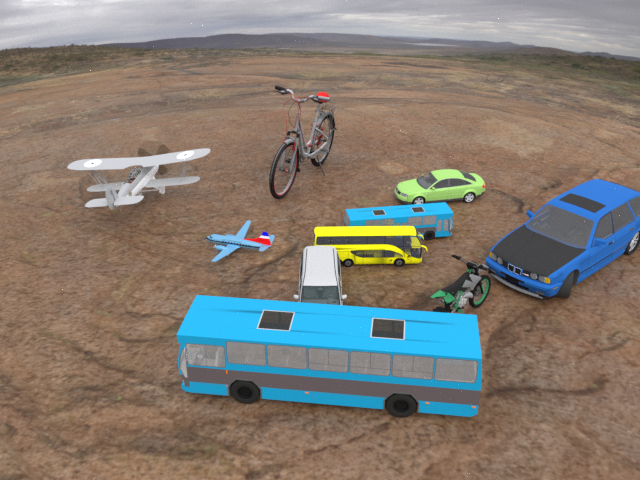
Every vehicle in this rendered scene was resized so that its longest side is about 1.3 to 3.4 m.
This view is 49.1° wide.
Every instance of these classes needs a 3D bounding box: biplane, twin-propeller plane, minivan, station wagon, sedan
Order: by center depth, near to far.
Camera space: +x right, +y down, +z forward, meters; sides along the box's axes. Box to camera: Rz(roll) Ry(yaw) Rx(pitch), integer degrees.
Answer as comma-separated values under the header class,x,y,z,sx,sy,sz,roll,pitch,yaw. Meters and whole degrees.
class,x,y,z,sx,sy,sz,roll,pitch,yaw
minivan,0.003,0.683,9.227,0.681,0.616,1.548,0,29,0
station wagon,3.777,-0.132,10.393,3.105,0.920,1.327,-23,36,-36
twin-propeller plane,-1.256,-0.012,10.707,1.095,0.407,1.370,9,30,15
biplane,-3.185,-1.000,11.909,2.598,0.981,2.120,4,29,8
sedan,2.113,-0.956,12.345,1.613,0.483,0.635,-5,29,-10

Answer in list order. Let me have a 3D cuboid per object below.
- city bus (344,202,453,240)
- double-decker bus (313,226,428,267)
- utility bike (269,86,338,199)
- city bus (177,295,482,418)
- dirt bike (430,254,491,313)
class,x,y,z,sx,sy,sz,roll,pitch,yaw
city bus,1.240,-0.252,11.088,1.674,0.460,0.476,-4,29,-8
double-decker bus,0.735,0.086,10.391,1.672,0.541,0.389,-1,29,-1
utility bike,-0.169,-1.926,12.702,1.039,1.839,2.791,12,31,21
city bus,0.111,1.303,7.809,3.255,0.894,0.926,4,29,6
dirt bike,1.781,0.698,8.948,0.527,0.857,1.493,25,37,37
